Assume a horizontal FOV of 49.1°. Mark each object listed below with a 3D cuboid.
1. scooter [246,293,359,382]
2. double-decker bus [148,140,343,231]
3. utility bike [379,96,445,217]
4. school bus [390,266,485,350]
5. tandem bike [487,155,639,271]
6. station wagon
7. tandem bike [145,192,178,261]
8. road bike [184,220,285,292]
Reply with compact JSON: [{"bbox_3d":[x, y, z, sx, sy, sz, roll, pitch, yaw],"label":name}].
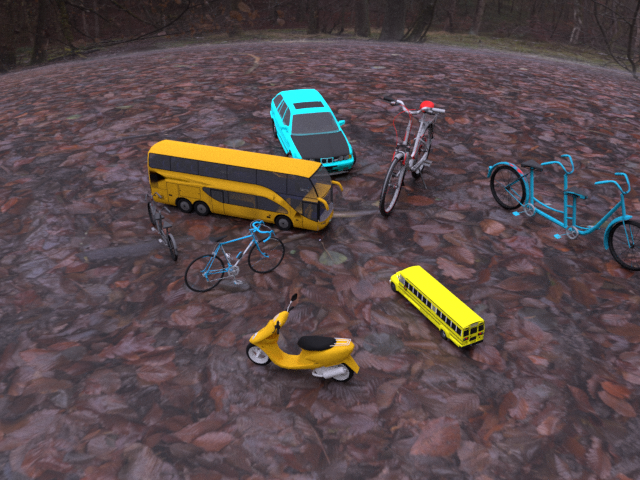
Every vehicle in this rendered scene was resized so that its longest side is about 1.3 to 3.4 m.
[{"bbox_3d":[-0.224,1.189,8.125,1.399,0.919,0.662,9,32,15],"label":"scooter"},{"bbox_3d":[-1.276,-0.900,11.545,3.251,1.052,0.756,10,32,17],"label":"double-decker bus"},{"bbox_3d":[1.652,-1.607,11.969,1.039,1.839,2.791,13,33,21],"label":"utility bike"},{"bbox_3d":[1.495,0.812,9.244,0.365,0.434,1.708,-15,34,-23],"label":"school bus"},{"bbox_3d":[3.820,-0.647,10.845,0.550,1.326,3.192,-20,36,-30],"label":"tandem bike"},{"bbox_3d":[-0.211,-2.235,13.942,1.327,0.920,3.105,-7,31,-11],"label":"station wagon"},{"bbox_3d":[-2.460,-0.265,10.829,0.283,0.682,1.642,-14,33,-22],"label":"tandem bike"},{"bbox_3d":[-1.181,0.232,9.818,1.545,0.852,0.358,-16,34,-26],"label":"road bike"}]
